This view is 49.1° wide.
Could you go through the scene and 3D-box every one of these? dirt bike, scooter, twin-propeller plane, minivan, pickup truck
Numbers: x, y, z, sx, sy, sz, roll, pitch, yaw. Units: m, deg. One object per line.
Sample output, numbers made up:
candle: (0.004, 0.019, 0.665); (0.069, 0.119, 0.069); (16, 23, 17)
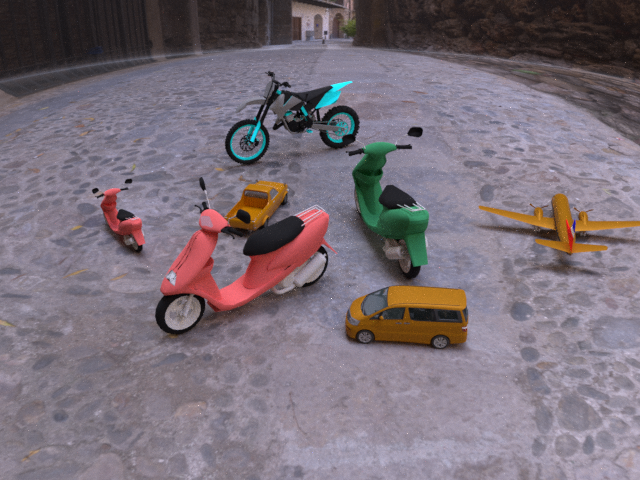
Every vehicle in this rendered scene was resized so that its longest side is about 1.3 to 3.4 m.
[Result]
dirt bike: (-0.498, -2.419, 13.734); (2.903, 1.666, 1.024); (-13, 32, -22)
scooter: (1.022, -0.700, 10.591); (1.288, 1.786, 2.721); (-8, 31, -14)
twin-propeller plane: (3.851, -0.361, 11.001); (2.663, 0.792, 2.129); (6, 30, 10)
minivan: (1.099, 0.937, 8.899); (1.548, 0.616, 0.681); (3, 30, 6)
scooter: (-0.932, 0.123, 9.145); (2.721, 1.786, 1.288); (-19, 35, -29)
pickup truck: (-1.050, -0.628, 11.755); (0.640, 0.511, 1.603); (9, 31, 15)
scooter: (-3.125, -0.414, 10.965); (0.662, 0.919, 1.399); (-21, 36, -33)
